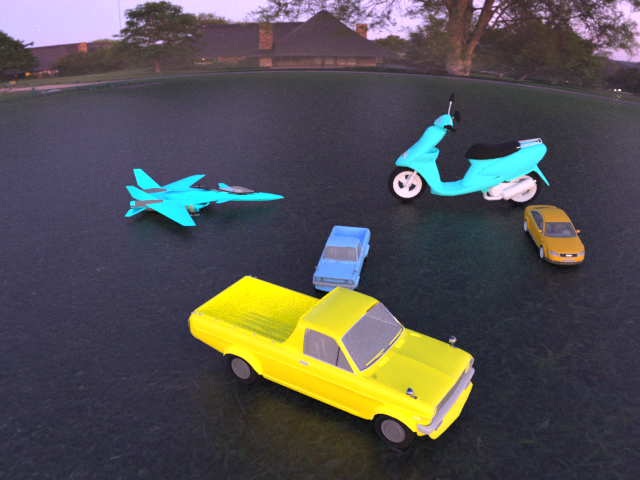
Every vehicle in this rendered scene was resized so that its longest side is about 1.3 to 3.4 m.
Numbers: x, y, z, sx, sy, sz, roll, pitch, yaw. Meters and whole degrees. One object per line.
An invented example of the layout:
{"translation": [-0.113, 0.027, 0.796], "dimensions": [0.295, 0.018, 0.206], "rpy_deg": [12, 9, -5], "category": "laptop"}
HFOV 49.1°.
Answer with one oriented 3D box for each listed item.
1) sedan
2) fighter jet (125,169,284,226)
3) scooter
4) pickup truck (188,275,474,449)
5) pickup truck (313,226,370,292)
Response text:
{"translation": [3.568, -0.145, 10.691], "dimensions": [0.635, 0.483, 1.613], "rpy_deg": [0, 26, 1], "category": "sedan"}
{"translation": [-1.941, -0.851, 12.031], "dimensions": [2.640, 0.557, 2.229], "rpy_deg": [-2, 26, -4], "category": "fighter jet"}
{"translation": [2.539, -1.449, 11.855], "dimensions": [2.721, 1.786, 1.288], "rpy_deg": [2, 26, 5], "category": "scooter"}
{"translation": [0.071, 1.102, 7.604], "dimensions": [3.117, 0.993, 1.244], "rpy_deg": [16, 30, 29], "category": "pickup truck"}
{"translation": [0.332, 0.204, 9.957], "dimensions": [0.640, 0.511, 1.603], "rpy_deg": [5, 27, 10], "category": "pickup truck"}
